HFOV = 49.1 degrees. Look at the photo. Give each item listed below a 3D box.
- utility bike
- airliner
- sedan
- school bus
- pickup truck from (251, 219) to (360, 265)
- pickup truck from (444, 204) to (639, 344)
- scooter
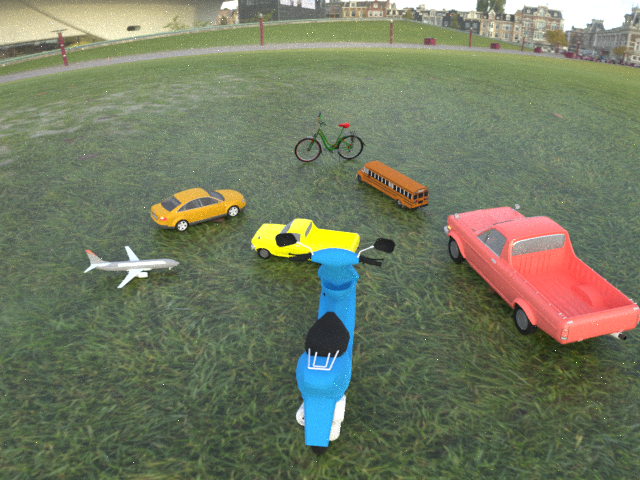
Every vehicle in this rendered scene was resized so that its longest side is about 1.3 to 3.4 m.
[{"bbox_3d":[0.218,-1.947,13.579,1.435,0.946,0.535,-5,30,-9],"label":"utility bike"},{"bbox_3d":[-2.701,0.283,10.099,1.307,0.429,1.161,-4,29,-8],"label":"airliner"},{"bbox_3d":[-1.998,-0.589,11.612,1.613,0.483,0.635,-18,34,-29],"label":"sedan"},{"bbox_3d":[1.244,-1.008,12.416,0.365,0.434,1.708,-17,33,-28],"label":"school bus"},{"bbox_3d":[-0.220,-0.001,10.527,1.603,0.511,0.640,7,30,13],"label":"pickup truck"},{"bbox_3d":[2.864,0.304,9.481,1.244,0.993,3.117,-9,30,-15],"label":"pickup truck"},{"bbox_3d":[0.122,0.891,7.608,1.288,1.786,2.721,3,29,6],"label":"scooter"}]
